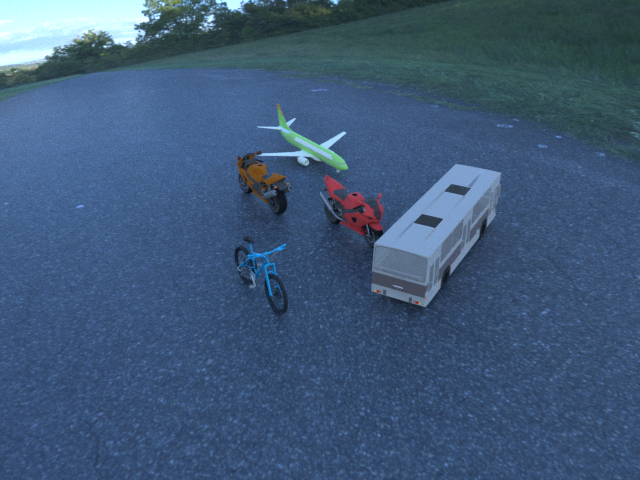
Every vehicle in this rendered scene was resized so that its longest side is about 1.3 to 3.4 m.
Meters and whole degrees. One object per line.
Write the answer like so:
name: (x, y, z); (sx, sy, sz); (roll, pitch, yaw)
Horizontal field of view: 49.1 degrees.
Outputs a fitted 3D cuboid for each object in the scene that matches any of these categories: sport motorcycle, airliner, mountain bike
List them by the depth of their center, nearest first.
mountain bike: (-0.837, 0.405, 9.620); (0.573, 0.868, 1.469); (-17, 33, -28)
sport motorcycle: (0.532, -0.463, 11.271); (0.506, 0.821, 1.520); (-18, 33, -30)
sport motorcycle: (-1.027, -1.020, 12.299); (0.506, 0.821, 1.520); (-19, 34, -31)
airliner: (-0.213, -2.059, 14.202); (2.257, 0.835, 2.541); (-19, 34, -31)

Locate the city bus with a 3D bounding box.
city bus: (1.843, -0.139, 10.595); (0.926, 0.894, 3.255); (15, 32, 25)
